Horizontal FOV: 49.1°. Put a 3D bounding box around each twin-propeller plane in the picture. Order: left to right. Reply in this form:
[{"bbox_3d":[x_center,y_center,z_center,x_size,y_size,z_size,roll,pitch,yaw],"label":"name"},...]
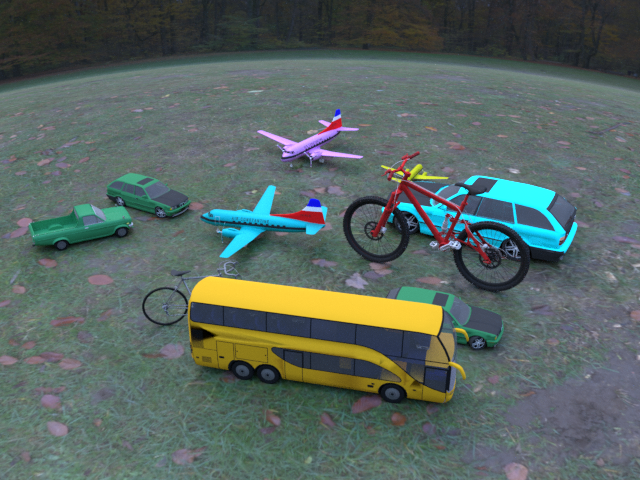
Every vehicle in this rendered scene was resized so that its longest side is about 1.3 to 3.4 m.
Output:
[{"bbox_3d":[-0.953,-0.389,11.351,2.129,0.792,2.663,6,29,11],"label":"twin-propeller plane"},{"bbox_3d":[-0.138,-2.114,14.560,2.663,0.792,2.129,19,34,31],"label":"twin-propeller plane"},{"bbox_3d":[1.778,-1.304,13.458,1.370,0.407,1.095,13,31,23],"label":"twin-propeller plane"}]

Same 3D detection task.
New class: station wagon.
[{"bbox_3d":[-3.067,-0.830,12.508,1.597,0.473,0.682,15,32,26],"label":"station wagon"},{"bbox_3d":[1.593,0.976,9.150,1.597,0.473,0.682,9,30,17],"label":"station wagon"},{"bbox_3d":[2.556,-0.508,11.438,3.105,0.920,1.327,14,31,25],"label":"station wagon"}]

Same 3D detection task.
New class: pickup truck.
[{"bbox_3d":[-3.892,-0.264,11.416,1.603,0.511,0.640,-14,31,-24],"label":"pickup truck"}]

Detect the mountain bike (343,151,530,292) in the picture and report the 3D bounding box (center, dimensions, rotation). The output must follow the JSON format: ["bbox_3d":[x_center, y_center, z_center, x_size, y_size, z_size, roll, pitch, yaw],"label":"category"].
[{"bbox_3d":[1.629,-0.226,10.104,2.857,1.688,1.114,14,31,24],"label":"mountain bike"}]

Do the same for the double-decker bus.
[{"bbox_3d":[0.072,1.163,8.192,3.251,1.052,0.756,6,29,12],"label":"double-decker bus"}]

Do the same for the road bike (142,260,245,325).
[{"bbox_3d":[-1.568,0.720,9.226,1.545,0.852,0.358,-5,29,-9],"label":"road bike"}]
